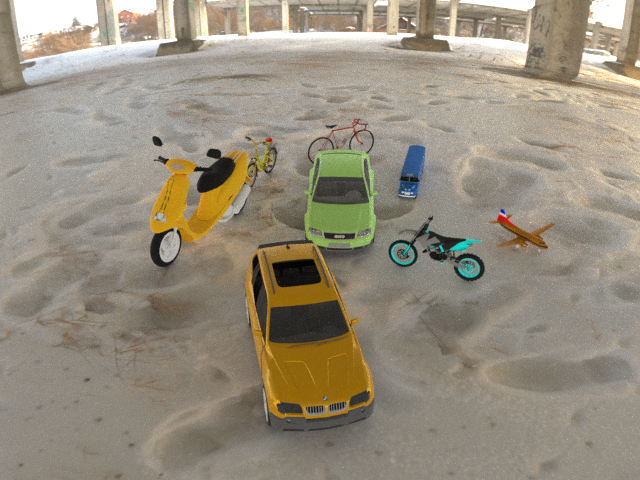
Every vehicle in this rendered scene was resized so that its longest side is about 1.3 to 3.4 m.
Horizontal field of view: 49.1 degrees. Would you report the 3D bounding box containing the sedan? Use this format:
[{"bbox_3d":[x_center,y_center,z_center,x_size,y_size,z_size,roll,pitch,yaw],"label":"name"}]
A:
[{"bbox_3d":[0.367,-0.844,12.197,1.235,0.940,3.137,1,30,2],"label":"sedan"}]

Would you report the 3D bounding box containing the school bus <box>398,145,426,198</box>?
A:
[{"bbox_3d":[1.788,-1.325,13.551,0.365,0.434,1.708,6,30,11],"label":"school bus"}]

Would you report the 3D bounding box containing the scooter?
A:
[{"bbox_3d":[-1.912,-0.847,11.346,1.288,1.786,2.721,14,33,24],"label":"scooter"}]

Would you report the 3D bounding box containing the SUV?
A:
[{"bbox_3d":[-0.227,1.044,8.694,1.276,1.128,3.058,-6,30,-10],"label":"SUV"}]

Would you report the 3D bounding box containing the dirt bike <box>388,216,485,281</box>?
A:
[{"bbox_3d":[1.754,0.145,10.546,1.493,0.857,0.527,11,32,19],"label":"dirt bike"}]

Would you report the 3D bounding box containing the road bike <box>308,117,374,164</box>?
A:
[{"bbox_3d":[0.444,-2.024,14.355,1.545,0.852,0.358,-14,33,-23],"label":"road bike"}]

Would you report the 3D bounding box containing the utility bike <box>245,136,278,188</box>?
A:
[{"bbox_3d":[-1.094,-1.570,13.463,0.535,0.946,1.435,12,32,20],"label":"utility bike"}]

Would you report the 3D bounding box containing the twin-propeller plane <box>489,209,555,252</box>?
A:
[{"bbox_3d":[3.325,-0.151,11.518,1.370,0.407,1.095,-19,35,-29],"label":"twin-propeller plane"}]
